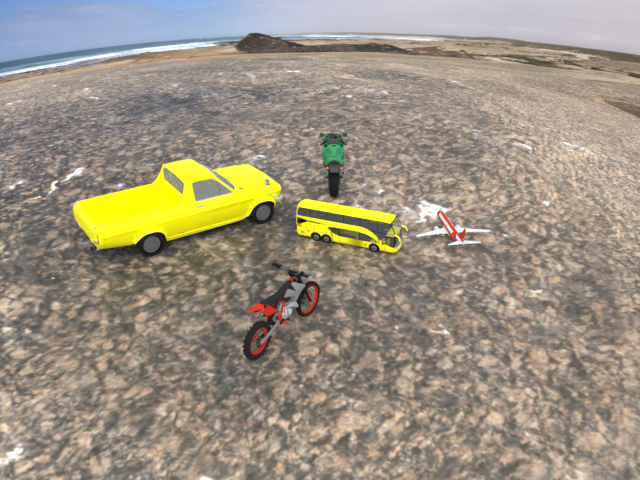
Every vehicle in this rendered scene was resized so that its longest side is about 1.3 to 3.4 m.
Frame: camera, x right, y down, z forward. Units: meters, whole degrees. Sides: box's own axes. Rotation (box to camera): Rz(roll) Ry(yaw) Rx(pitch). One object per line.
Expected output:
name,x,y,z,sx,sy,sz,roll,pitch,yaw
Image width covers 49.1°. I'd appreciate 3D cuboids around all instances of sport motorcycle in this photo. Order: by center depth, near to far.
sport motorcycle,0.241,-1.365,12.342,0.506,0.821,1.520,0,29,0

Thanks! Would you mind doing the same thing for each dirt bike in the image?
dirt bike,-0.441,0.779,8.361,0.527,0.857,1.493,18,33,29

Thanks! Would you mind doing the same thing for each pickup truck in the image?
pickup truck,-2.137,-0.627,10.805,3.117,0.993,1.244,-18,33,-29

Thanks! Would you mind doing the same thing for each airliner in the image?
airliner,2.006,-0.255,10.710,1.161,0.429,1.307,-4,29,-7

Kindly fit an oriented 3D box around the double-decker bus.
double-decker bus,0.456,-0.205,10.501,1.672,0.541,0.389,11,30,19
